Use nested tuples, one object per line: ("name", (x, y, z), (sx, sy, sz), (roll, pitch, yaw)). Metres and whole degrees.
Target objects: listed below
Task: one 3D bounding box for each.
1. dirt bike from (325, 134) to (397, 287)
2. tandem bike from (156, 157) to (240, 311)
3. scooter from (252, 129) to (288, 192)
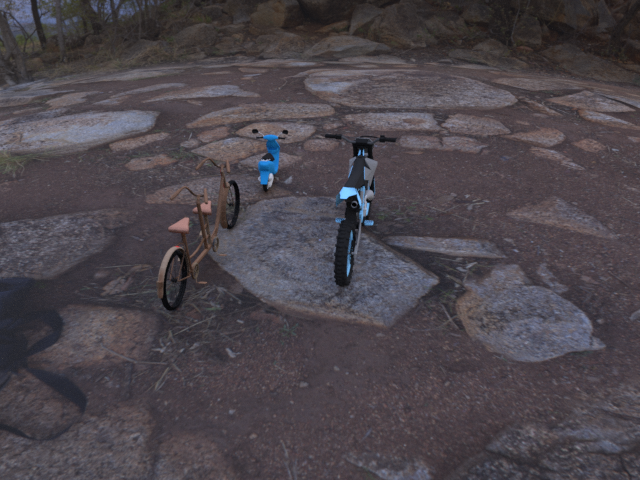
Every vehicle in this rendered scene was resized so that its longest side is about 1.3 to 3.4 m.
("dirt bike", (0.519, -0.615, 10.080), (1.024, 1.666, 2.903), (5, 28, 10))
("tandem bike", (-1.630, -0.245, 9.734), (0.550, 1.326, 3.192), (5, 28, 10))
("scooter", (-0.909, -1.497, 12.611), (0.662, 0.919, 1.399), (2, 27, 5))
